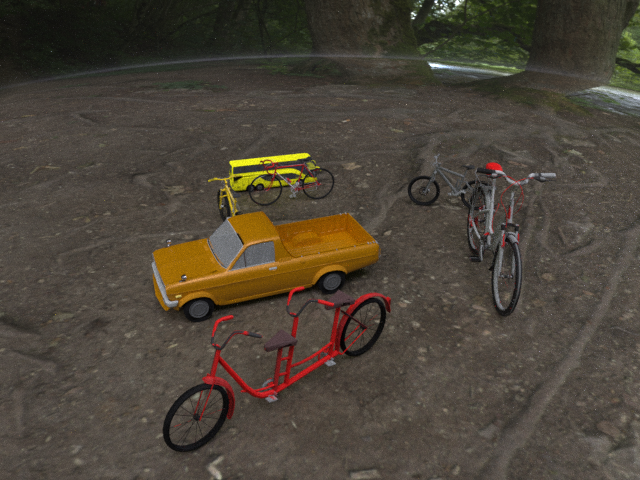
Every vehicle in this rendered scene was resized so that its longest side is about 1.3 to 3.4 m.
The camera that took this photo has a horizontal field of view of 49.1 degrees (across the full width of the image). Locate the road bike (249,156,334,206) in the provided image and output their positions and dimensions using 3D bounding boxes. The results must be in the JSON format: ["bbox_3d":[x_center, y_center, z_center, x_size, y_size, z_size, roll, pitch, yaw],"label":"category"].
[{"bbox_3d":[-0.486,-1.042,12.183,1.545,0.852,0.358,-8,29,-14],"label":"road bike"}]

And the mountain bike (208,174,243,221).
[{"bbox_3d":[-1.406,-0.504,11.167,0.573,0.868,1.469,-12,31,-21],"label":"mountain bike"}]

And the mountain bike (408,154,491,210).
[{"bbox_3d":[2.247,-0.950,11.995,1.469,0.868,0.573,6,29,10],"label":"mountain bike"}]

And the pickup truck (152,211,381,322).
[{"bbox_3d":[-0.755,0.194,9.741,3.117,0.993,1.244,-11,30,-19],"label":"pickup truck"}]

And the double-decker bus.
[{"bbox_3d":[-0.833,-1.253,12.902,1.672,0.541,0.389,-8,29,-14],"label":"double-decker bus"}]

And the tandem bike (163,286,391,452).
[{"bbox_3d":[-0.327,1.163,7.594,3.192,1.326,0.550,-23,36,-36],"label":"tandem bike"}]

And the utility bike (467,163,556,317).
[{"bbox_3d":[2.523,-0.282,9.733,1.039,1.839,2.791,-1,28,-1],"label":"utility bike"}]
